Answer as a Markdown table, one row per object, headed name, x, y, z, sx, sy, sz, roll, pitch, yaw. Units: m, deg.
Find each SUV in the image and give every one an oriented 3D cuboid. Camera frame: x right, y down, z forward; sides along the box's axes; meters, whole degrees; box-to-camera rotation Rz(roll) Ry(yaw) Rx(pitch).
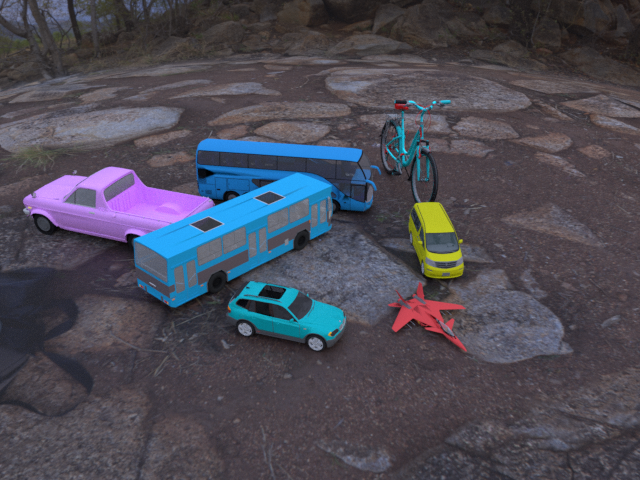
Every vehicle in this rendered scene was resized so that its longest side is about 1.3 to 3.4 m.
| name | x | y | z | sx | sy | sz | roll | pitch | yaw |
| --- | --- | --- | --- | --- | --- | --- | --- | --- | --- |
| SUV | -0.438 | 0.941 | 9.093 | 1.572 | 0.580 | 0.656 | 9 | 30 | 16 |

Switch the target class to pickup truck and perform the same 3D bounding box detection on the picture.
| name | x | y | z | sx | sy | sz | roll | pitch | yaw |
| --- | --- | --- | --- | --- | --- | --- | --- | --- | --- |
| pickup truck | -3.317 | -0.583 | 11.468 | 3.117 | 0.993 | 1.244 | 11 | 30 | 19 |

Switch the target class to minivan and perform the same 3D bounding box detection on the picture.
| name | x | y | z | sx | sy | sz | roll | pitch | yaw |
| --- | --- | --- | --- | --- | --- | --- | --- | --- | --- |
| minivan | 1.781 | -0.008 | 10.804 | 0.681 | 0.616 | 1.548 | -2 | 29 | -4 |

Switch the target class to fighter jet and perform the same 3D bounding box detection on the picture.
| name | x | y | z | sx | sy | sz | roll | pitch | yaw |
| --- | --- | --- | --- | --- | --- | --- | --- | --- | --- |
| fighter jet | 1.514 | 1.029 | 9.238 | 1.147 | 0.286 | 1.358 | -14 | 32 | -24 |

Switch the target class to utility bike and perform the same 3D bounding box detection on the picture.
| name | x | y | z | sx | sy | sz | roll | pitch | yaw |
| --- | --- | --- | --- | --- | --- | --- | --- | --- | --- |
| utility bike | 1.696 | -1.810 | 12.841 | 1.039 | 1.839 | 2.791 | -7 | 29 | -13 |

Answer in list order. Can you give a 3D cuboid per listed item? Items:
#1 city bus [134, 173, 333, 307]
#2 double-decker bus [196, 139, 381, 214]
| name | x | y | z | sx | sy | sz | roll | pitch | yaw |
| --- | --- | --- | --- | --- | --- | --- | --- | --- | --- |
| city bus | -1.185 | -0.050 | 10.590 | 0.926 | 0.894 | 3.255 | 24 | 37 | 37 |
| double-decker bus | -0.575 | -1.145 | 12.442 | 3.251 | 1.052 | 0.756 | 5 | 29 | 9 |
